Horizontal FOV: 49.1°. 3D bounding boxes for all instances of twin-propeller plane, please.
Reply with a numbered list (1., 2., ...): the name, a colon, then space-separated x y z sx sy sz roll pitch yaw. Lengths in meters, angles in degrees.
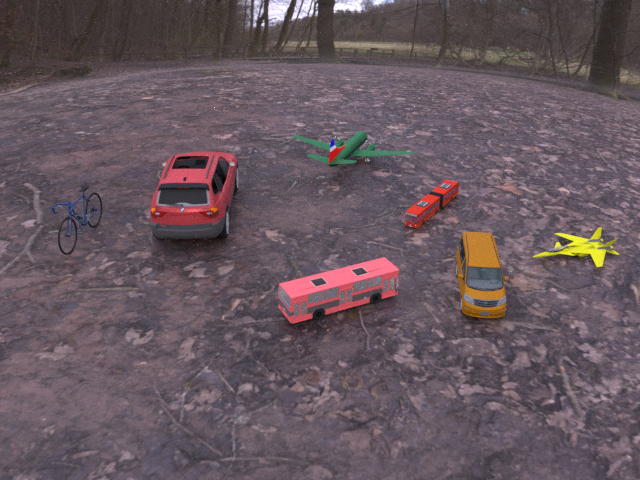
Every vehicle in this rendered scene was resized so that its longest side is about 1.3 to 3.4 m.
1. twin-propeller plane: 0.578 -1.954 14.313 2.663 0.792 2.129 11 30 20

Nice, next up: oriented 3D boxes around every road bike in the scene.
1. road bike: -3.870 -0.395 11.296 0.358 0.852 1.545 4 28 7

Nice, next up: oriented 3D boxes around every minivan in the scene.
1. minivan: 2.270 0.477 9.896 0.681 0.616 1.548 3 28 5

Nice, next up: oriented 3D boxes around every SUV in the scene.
1. SUV: -2.128 -0.976 12.100 1.276 1.128 3.058 0 28 -1

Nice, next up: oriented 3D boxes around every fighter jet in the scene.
1. fighter jet: 3.951 0.097 10.968 1.358 0.286 1.147 -8 29 -14

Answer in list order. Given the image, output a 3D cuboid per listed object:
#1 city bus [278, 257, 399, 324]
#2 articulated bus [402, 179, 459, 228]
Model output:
1. city bus: 0.273 0.701 9.640 1.674 0.460 0.476 -13 30 -23
2. articulated bus: 1.994 -0.661 12.402 0.311 0.289 1.749 17 32 29
